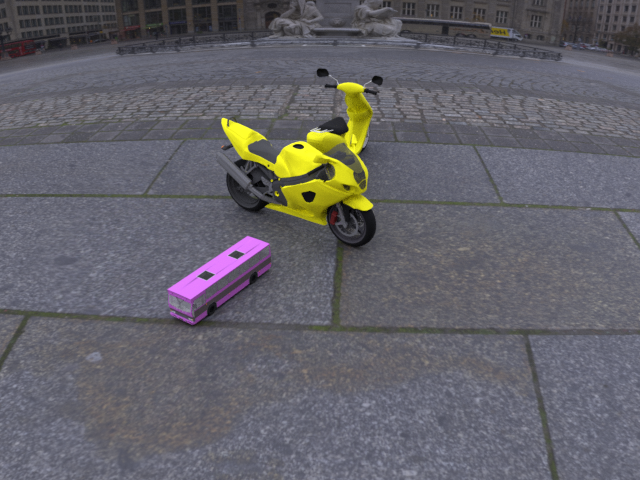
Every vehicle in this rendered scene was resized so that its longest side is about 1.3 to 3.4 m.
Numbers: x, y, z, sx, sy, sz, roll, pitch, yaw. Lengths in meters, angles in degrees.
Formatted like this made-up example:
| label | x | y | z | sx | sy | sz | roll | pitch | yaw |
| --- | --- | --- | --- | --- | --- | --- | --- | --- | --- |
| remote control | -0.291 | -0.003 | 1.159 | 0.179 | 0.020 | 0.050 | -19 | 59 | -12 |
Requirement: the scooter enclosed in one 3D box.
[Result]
| label | x | y | z | sx | sy | sz | roll | pitch | yaw |
| --- | --- | --- | --- | --- | --- | --- | --- | --- | --- |
| scooter | 0.401 | -2.089 | 12.737 | 1.288 | 1.786 | 2.721 | 13 | 33 | 21 |

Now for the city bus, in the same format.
| label | x | y | z | sx | sy | sz | roll | pitch | yaw |
| --- | --- | --- | --- | --- | --- | --- | --- | --- | --- |
| city bus | -1.335 | 0.537 | 9.573 | 0.476 | 0.460 | 1.674 | 19 | 35 | 28 |

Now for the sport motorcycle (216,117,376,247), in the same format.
| label | x | y | z | sx | sy | sz | roll | pitch | yaw |
| --- | --- | --- | --- | --- | --- | --- | --- | --- | --- |
| sport motorcycle | -0.381 | -0.930 | 10.950 | 2.955 | 1.596 | 0.983 | 20 | 36 | 30 |
